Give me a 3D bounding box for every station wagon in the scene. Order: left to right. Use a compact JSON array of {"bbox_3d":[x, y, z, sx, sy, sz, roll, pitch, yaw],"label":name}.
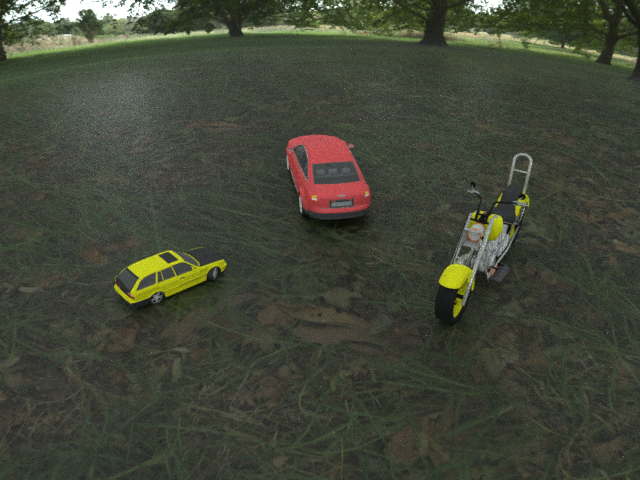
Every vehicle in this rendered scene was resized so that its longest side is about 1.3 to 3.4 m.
[{"bbox_3d":[-2.117,0.436,10.027,1.597,0.473,0.682,-23,37,-34],"label":"station wagon"}]

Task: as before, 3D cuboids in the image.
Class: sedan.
[{"bbox_3d":[0.089,-1.328,12.608,1.235,0.940,3.137,-5,30,-9],"label":"sedan"}]

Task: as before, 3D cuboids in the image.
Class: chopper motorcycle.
[{"bbox_3d":[2.368,-0.087,9.926,0.906,1.480,3.040,17,34,27],"label":"chopper motorcycle"}]
